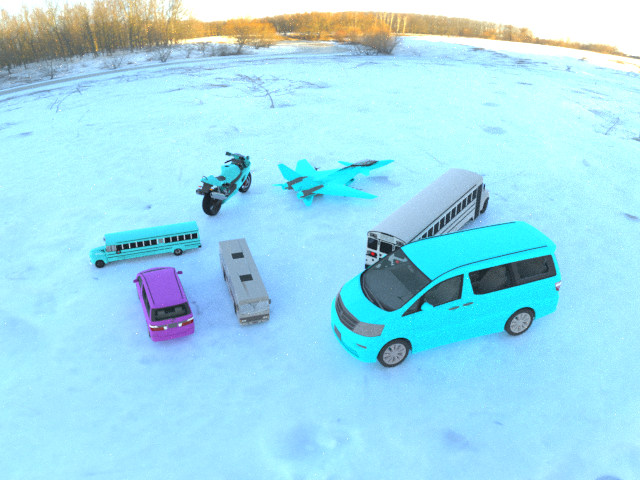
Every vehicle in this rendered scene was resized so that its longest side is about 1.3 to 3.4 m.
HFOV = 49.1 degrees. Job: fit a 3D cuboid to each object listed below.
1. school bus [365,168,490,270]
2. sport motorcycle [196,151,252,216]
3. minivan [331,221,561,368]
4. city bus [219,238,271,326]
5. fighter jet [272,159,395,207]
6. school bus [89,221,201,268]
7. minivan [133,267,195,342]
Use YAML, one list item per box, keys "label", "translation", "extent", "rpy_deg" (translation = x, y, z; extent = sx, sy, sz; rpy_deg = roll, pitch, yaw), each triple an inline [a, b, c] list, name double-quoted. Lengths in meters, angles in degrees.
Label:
- label: "school bus"
  translation: [1.861, -0.378, 11.295]
  extent: [0.709, 0.844, 3.322]
  rpy_deg: [18, 34, 29]
- label: "sport motorcycle"
  translation: [-1.653, -1.023, 12.471]
  extent: [0.506, 0.821, 1.520]
  rpy_deg: [14, 32, 23]
- label: "minivan"
  translation: [1.627, 0.634, 9.128]
  extent: [3.011, 1.197, 1.324]
  rpy_deg: [-10, 31, -18]
- label: "city bus"
  translation: [-1.101, 0.577, 9.983]
  extent: [0.476, 0.460, 1.674]
  rpy_deg: [-8, 30, -14]
- label: "fighter jet"
  translation: [0.466, -1.363, 13.348]
  extent: [2.640, 0.557, 2.229]
  rpy_deg: [-21, 35, -32]
- label: "school bus"
  translation: [-2.739, 0.057, 10.938]
  extent: [1.708, 0.434, 0.365]
  rpy_deg: [-9, 31, -16]
- label: "minivan"
  translation: [-2.139, 0.749, 9.517]
  extent: [0.681, 0.616, 1.548]
  rpy_deg: [-11, 31, -18]
